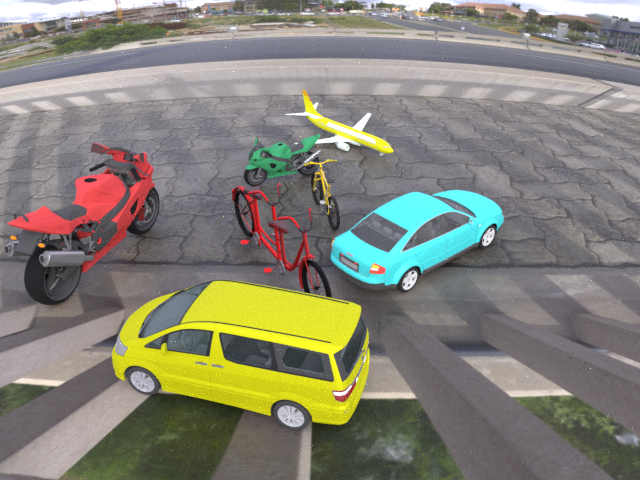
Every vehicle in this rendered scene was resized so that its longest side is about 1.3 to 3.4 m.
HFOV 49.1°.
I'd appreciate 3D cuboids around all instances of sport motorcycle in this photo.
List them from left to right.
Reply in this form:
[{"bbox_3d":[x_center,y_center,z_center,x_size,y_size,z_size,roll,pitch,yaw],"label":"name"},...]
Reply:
[{"bbox_3d":[-3.269,-0.314,10.160,0.983,1.596,2.955,12,34,19],"label":"sport motorcycle"},{"bbox_3d":[-0.682,-1.470,12.788,1.520,0.821,0.506,-14,34,-22],"label":"sport motorcycle"}]

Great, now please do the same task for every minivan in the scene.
[{"bbox_3d":[-0.957,1.184,8.097,3.011,1.197,1.324,9,33,15],"label":"minivan"}]

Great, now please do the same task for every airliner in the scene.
[{"bbox_3d":[0.508,-2.378,14.256,2.541,0.835,2.257,27,40,36],"label":"airliner"}]

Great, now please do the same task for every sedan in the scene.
[{"bbox_3d":[1.556,-0.188,10.583,3.137,0.940,1.235,-24,39,-34],"label":"sedan"}]

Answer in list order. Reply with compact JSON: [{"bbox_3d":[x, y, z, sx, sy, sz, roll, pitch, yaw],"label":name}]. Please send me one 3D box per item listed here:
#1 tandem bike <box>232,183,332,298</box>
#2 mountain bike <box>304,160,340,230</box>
[{"bbox_3d":[-0.632,-0.139,10.133,0.550,1.326,3.192,-16,35,-24],"label":"tandem bike"},{"bbox_3d":[0.083,-0.798,11.646,0.573,0.868,1.469,-9,33,-14],"label":"mountain bike"}]
